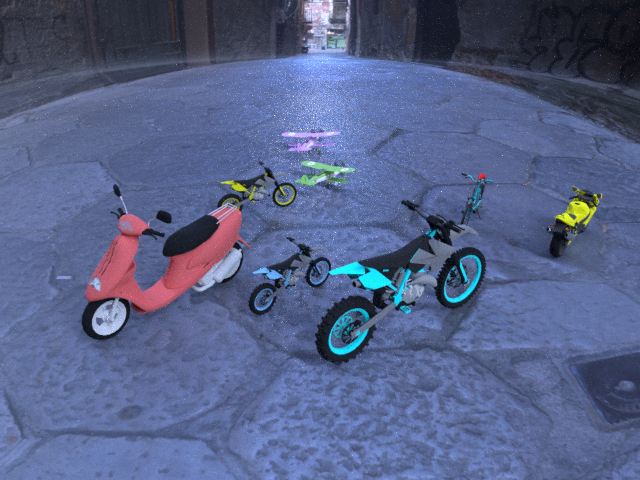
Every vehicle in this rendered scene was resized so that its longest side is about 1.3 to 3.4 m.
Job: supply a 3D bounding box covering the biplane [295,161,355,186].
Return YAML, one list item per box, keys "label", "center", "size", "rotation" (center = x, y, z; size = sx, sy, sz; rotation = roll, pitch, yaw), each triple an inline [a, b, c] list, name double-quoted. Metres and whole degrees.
- label: "biplane"
  center: [0.025, -1.215, 13.249]
  size: [1.336, 0.504, 1.090]
  rotation: [25, 38, 38]

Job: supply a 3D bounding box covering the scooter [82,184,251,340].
- label: "scooter"
  center: [-2.054, 0.140, 9.457]
  size: [1.288, 1.786, 2.721]
  rotation: [25, 38, 38]

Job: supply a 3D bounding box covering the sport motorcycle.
- label: "sport motorcycle"
  center: [4.074, -0.299, 11.256]
  size: [0.506, 0.821, 1.520]
  rotation: [21, 35, 33]

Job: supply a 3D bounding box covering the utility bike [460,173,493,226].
- label: "utility bike"
  center: [2.666, -0.720, 11.893]
  size: [0.535, 0.946, 1.435]
  rotation: [13, 31, 22]

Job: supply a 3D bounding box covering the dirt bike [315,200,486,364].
- label: "dirt bike"
  center: [1.130, 0.481, 8.961]
  size: [2.903, 1.666, 1.024]
  rotation: [-19, 34, -31]

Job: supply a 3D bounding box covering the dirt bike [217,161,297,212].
- label: "dirt bike"
  center: [-1.098, -0.870, 12.257]
  size: [1.493, 0.857, 0.527]
  rotation: [-13, 31, -23]

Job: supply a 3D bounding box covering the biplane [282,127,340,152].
- label: "biplane"
  center: [-0.263, -2.054, 14.773]
  size: [1.336, 0.504, 1.090]
  rotation: [11, 31, 19]

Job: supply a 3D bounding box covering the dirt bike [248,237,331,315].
- label: "dirt bike"
  center: [-0.406, 0.468, 9.825]
  size: [1.493, 0.857, 0.527]
  rotation: [-23, 37, -36]
